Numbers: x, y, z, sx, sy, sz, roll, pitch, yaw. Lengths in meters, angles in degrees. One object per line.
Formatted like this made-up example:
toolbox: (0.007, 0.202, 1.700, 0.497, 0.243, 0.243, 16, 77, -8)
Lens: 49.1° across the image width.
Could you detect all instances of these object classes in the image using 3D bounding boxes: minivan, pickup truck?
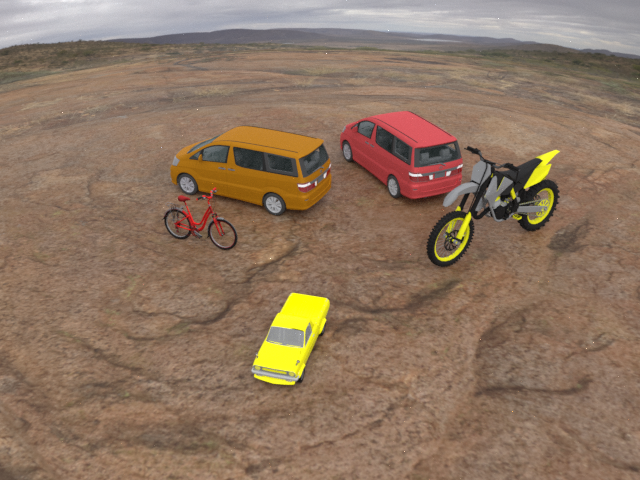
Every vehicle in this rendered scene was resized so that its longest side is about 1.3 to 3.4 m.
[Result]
minivan: (-1.314, -1.383, 12.696, 3.011, 1.197, 1.324, 14, 33, 22)
pickup truck: (-0.343, 1.187, 8.941, 0.640, 0.511, 1.603, 8, 31, 13)
minivan: (1.467, -1.803, 13.421, 1.324, 1.197, 3.011, -13, 33, -22)

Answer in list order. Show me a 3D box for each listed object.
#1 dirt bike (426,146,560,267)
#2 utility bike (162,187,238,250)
dirt bike: (2.803, -0.610, 10.892, 2.903, 1.666, 1.024, -19, 35, -30)
utility bike: (-1.930, -0.382, 11.217, 1.435, 0.946, 0.535, 13, 32, 21)
